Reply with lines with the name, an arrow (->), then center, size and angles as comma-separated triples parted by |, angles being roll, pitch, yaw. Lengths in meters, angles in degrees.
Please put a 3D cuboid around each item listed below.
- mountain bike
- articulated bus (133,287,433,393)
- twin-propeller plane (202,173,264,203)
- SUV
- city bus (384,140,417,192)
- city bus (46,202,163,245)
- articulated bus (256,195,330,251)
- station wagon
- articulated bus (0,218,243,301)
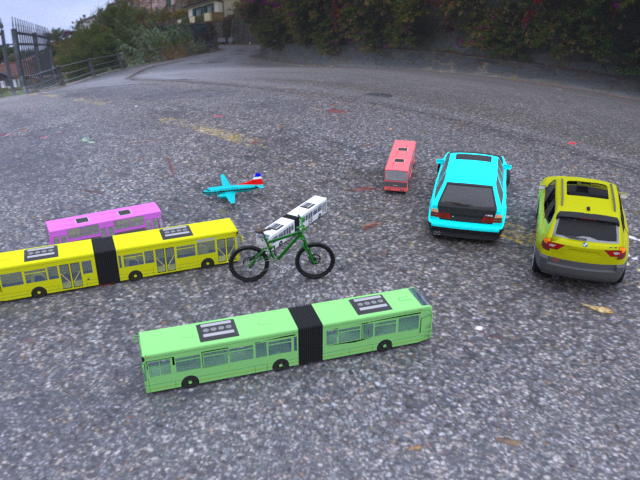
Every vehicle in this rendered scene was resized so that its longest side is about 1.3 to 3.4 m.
mountain bike -> -0.521, 0.170, 9.581 | 1.469, 0.868, 0.573 | -3, 27, -5
articulated bus -> -0.359, 1.114, 8.041 | 3.401, 0.561, 0.605 | -8, 28, -15
twin-propeller plane -> -1.538, -0.948, 12.325 | 1.095, 0.407, 1.370 | -7, 27, -13
SUV -> 3.873, -0.390, 10.408 | 1.276, 1.128, 3.058 | 8, 28, 15
city bus -> 1.511, -1.384, 13.135 | 0.476, 0.460, 1.674 | 5, 27, 10
city bus -> -3.265, -0.155, 10.684 | 1.674, 0.460, 0.476 | -13, 29, -24
articulated bus -> -0.413, -0.283, 11.130 | 0.311, 0.289, 1.749 | 15, 30, 27
station wagon -> 2.561, -0.992, 11.841 | 1.327, 0.920, 3.105 | 6, 27, 12
articulated bus -> -2.790, 0.252, 9.760 | 3.401, 0.561, 0.605 | -10, 28, -18
